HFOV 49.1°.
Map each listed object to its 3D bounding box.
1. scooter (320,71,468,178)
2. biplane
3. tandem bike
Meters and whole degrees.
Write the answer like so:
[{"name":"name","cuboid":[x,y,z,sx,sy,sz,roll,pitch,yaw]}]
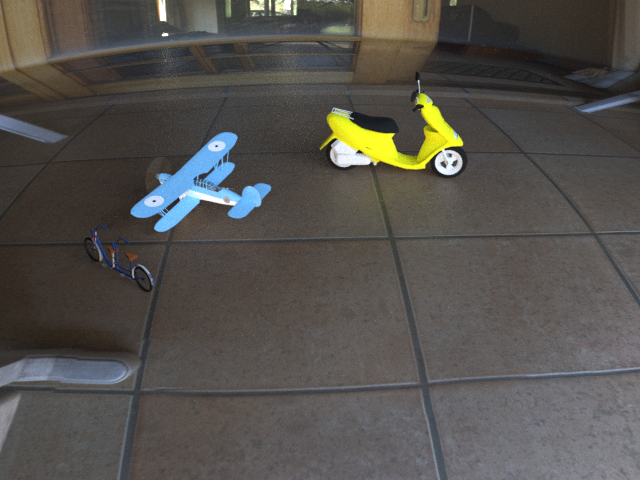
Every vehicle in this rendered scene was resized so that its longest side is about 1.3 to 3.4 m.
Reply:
[{"name":"scooter","cuboid":[1.350,-2.015,12.679,2.721,1.786,1.288,5,31,9]},{"name":"biplane","cuboid":[-1.879,-0.793,11.430,2.120,0.981,2.598,15,34,24]},{"name":"tandem bike","cuboid":[-2.917,0.234,10.015,1.642,0.682,0.283,24,38,34]}]
